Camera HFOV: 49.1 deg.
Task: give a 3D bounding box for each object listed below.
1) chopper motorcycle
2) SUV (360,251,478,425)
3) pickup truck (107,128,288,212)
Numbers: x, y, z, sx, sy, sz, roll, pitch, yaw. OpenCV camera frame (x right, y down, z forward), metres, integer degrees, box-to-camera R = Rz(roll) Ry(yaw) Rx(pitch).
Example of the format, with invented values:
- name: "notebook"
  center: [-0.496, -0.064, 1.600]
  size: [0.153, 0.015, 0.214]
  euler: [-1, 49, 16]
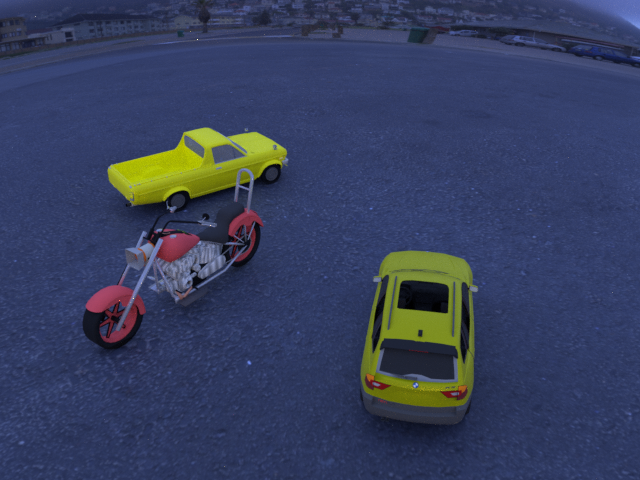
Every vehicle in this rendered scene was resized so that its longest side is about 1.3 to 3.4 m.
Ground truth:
- name: "chopper motorcycle"
  center: [-1.861, 0.186, 9.266]
  size: [0.906, 1.480, 3.040]
  euler: [21, 36, 32]
- name: "SUV"
  center: [1.223, 0.906, 8.382]
  size: [1.276, 1.128, 3.058]
  euler: [5, 31, 9]
- name: "pickup truck"
  center: [-2.111, -1.366, 12.404]
  size: [3.117, 0.993, 1.244]
  euler: [-20, 36, -30]
